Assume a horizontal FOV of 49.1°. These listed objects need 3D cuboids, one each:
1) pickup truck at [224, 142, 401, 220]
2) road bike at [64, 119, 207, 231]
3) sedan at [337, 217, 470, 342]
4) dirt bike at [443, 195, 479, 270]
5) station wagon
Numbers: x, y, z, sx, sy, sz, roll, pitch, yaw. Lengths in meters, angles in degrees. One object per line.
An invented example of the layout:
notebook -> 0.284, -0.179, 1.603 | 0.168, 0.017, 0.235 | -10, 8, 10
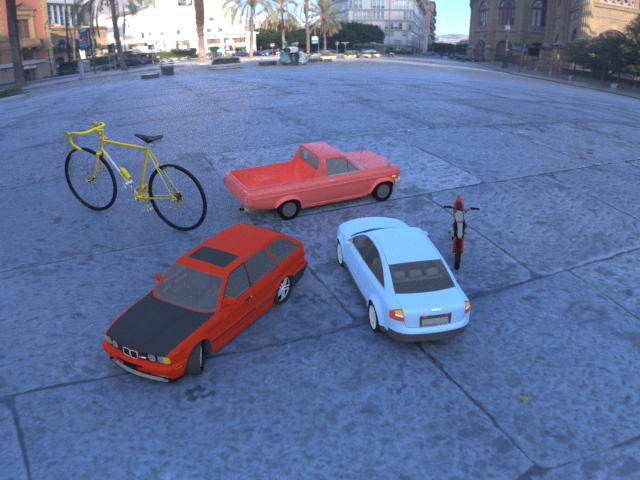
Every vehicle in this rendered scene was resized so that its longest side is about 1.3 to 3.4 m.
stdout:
pickup truck -> -0.101, -1.161, 12.554 | 3.117, 0.993, 1.244 | -12, 29, -23
road bike -> -3.153, -1.088, 11.661 | 3.004, 1.656, 0.696 | 12, 29, 24
sedan -> 1.042, 0.306, 9.655 | 1.235, 0.940, 3.137 | -6, 27, -11
dirt bike -> 2.128, -0.186, 10.740 | 0.527, 0.857, 1.493 | 4, 27, 8
station wagon -> -1.389, 0.634, 9.015 | 1.327, 0.920, 3.105 | 14, 30, 26
